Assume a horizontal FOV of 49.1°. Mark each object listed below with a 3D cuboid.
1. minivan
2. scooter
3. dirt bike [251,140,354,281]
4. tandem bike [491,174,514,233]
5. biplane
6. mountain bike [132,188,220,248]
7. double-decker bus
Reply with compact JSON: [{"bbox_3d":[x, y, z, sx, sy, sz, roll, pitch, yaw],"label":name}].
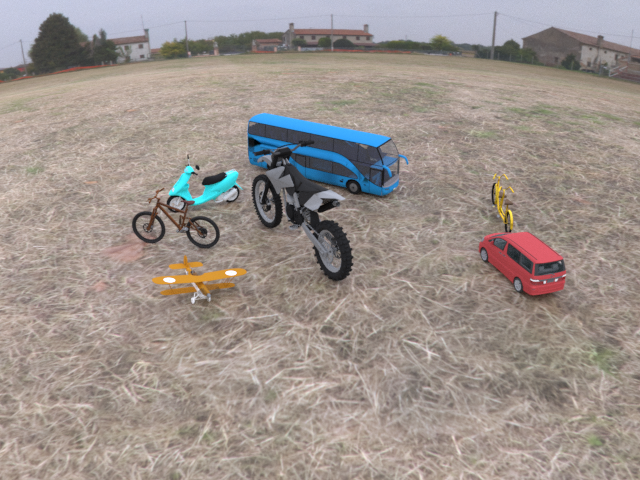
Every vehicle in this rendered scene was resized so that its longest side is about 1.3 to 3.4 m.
[{"bbox_3d":[2.950,0.234,10.321,0.681,0.616,1.548,-9,29,-16],"label":"minivan"},{"bbox_3d":[-2.051,-1.007,12.366,1.399,0.919,0.662,-13,30,-23],"label":"scooter"},{"bbox_3d":[-0.367,-0.574,10.731,1.024,1.666,2.903,-16,32,-28],"label":"dirt bike"},{"bbox_3d":[3.117,-0.665,11.968,0.283,0.682,1.642,1,28,2],"label":"tandem bike"},{"bbox_3d":[-1.719,0.555,9.827,1.336,0.504,1.090,-14,31,-25],"label":"biplane"},{"bbox_3d":[-2.298,-0.301,11.071,1.469,0.868,0.573,5,28,10],"label":"mountain bike"},{"bbox_3d":[0.066,-1.651,13.455,3.251,1.052,0.756,16,32,28],"label":"double-decker bus"}]
